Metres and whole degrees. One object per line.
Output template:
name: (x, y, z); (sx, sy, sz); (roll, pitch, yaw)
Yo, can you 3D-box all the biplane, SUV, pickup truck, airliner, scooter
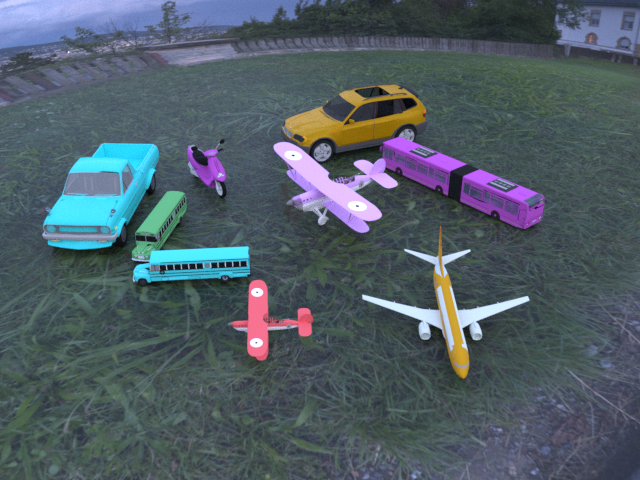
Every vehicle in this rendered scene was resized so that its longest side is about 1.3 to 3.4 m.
biplane: (-0.633, 1.088, 8.975); (1.090, 0.504, 1.336); (-2, 31, -3)
SUV: (0.722, -2.475, 14.385); (3.058, 1.128, 1.276); (-13, 33, -20)
pickup truck: (-3.631, -0.919, 11.888); (1.244, 0.993, 3.117); (1, 31, 2)
airliner: (1.703, 0.771, 9.188); (2.257, 0.835, 2.541); (0, 31, 1)
biplane: (0.327, -0.860, 11.801); (2.120, 0.981, 2.598); (-21, 37, -32)
scooter: (-2.079, -1.396, 12.767); (0.662, 0.919, 1.399); (-20, 36, -30)

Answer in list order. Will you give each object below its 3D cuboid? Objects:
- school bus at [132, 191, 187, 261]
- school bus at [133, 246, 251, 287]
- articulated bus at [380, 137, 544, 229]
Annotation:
school bus: (-2.580, -0.226, 11.265); (0.365, 0.434, 1.708); (5, 31, 8)
school bus: (-1.877, 0.376, 10.249); (1.708, 0.434, 0.365); (-3, 31, -5)
articulated bus: (2.443, -1.092, 12.605); (0.605, 0.561, 3.401); (-23, 38, -34)
